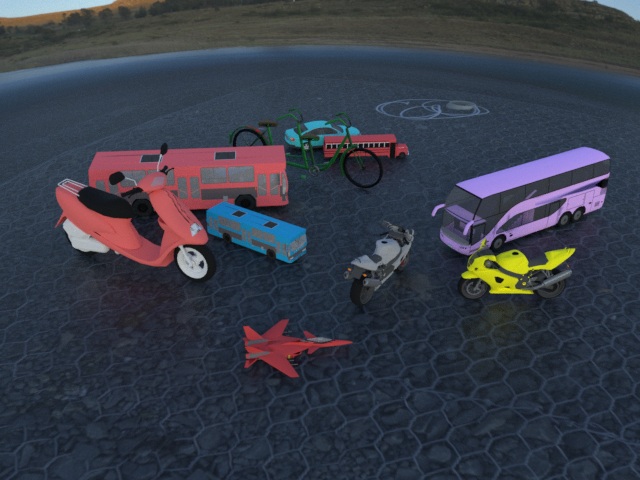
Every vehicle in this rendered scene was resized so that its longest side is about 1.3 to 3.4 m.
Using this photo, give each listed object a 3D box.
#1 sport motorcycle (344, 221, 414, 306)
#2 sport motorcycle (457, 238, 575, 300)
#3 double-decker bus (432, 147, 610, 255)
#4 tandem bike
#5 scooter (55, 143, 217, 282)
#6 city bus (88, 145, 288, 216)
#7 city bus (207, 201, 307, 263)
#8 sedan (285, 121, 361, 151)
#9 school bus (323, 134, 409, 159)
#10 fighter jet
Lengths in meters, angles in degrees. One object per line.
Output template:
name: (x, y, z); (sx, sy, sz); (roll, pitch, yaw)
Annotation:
sport motorcycle: (0.864, 0.309, 9.698); (0.506, 0.821, 1.520); (19, 34, 30)
sport motorcycle: (2.631, 0.444, 9.455); (1.520, 0.821, 0.506); (-1, 29, -2)
double-decker bus: (3.279, -0.637, 11.152); (3.251, 1.052, 0.756); (-17, 33, -27)
tandem bike: (-0.318, -1.778, 12.912); (3.192, 1.326, 0.550); (13, 32, 22)
scooter: (-2.708, -0.388, 9.955); (2.721, 1.786, 1.288); (12, 31, 20)
city bus: (-2.191, -1.006, 11.975); (3.255, 0.894, 0.926); (-3, 29, -5)
city bus: (-0.997, -0.116, 10.827); (1.674, 0.460, 0.476); (19, 34, 30)
sedan: (0.073, -2.206, 14.541); (1.613, 0.483, 0.635); (-8, 30, -14)
school bus: (0.921, -1.861, 13.974); (1.708, 0.434, 0.365); (-2, 29, -4)
fighter jet: (-0.264, 1.241, 8.578); (1.358, 0.286, 1.147); (-4, 29, -7)
